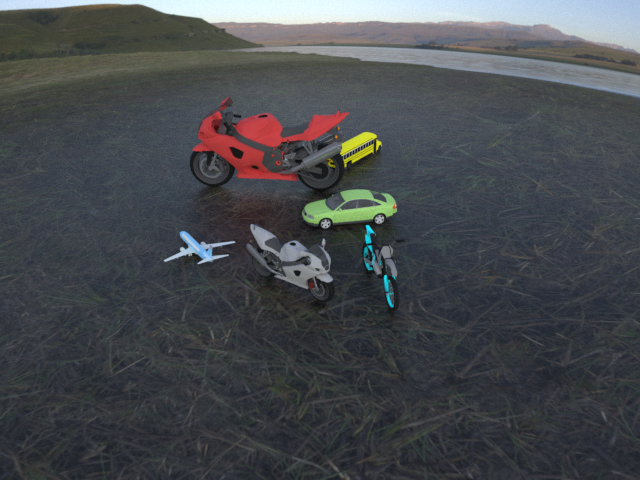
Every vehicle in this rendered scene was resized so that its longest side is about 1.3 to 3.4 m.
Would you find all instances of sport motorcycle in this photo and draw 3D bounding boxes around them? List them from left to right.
[{"bbox_3d":[-0.957,-1.688,12.793,2.955,1.596,0.983,2,28,4],"label":"sport motorcycle"},{"bbox_3d":[-0.401,0.315,9.795,1.520,0.821,0.506,21,34,34],"label":"sport motorcycle"}]

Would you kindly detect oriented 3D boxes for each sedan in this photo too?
[{"bbox_3d":[0.499,-0.562,11.840,1.613,0.483,0.635,-5,28,-10],"label":"sedan"}]

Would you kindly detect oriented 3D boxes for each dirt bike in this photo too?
[{"bbox_3d":[0.847,0.319,9.748,0.527,0.857,1.493,-6,28,-12],"label":"dirt bike"}]

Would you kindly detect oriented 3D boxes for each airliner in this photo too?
[{"bbox_3d":[-1.905,0.029,10.765,1.161,0.429,1.307,-16,32,-28],"label":"airliner"}]

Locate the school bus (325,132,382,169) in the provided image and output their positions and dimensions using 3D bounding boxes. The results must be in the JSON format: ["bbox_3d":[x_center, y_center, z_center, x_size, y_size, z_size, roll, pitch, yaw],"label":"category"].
[{"bbox_3d":[0.724,-1.841,14.342,0.365,0.434,1.708,18,32,30],"label":"school bus"}]
